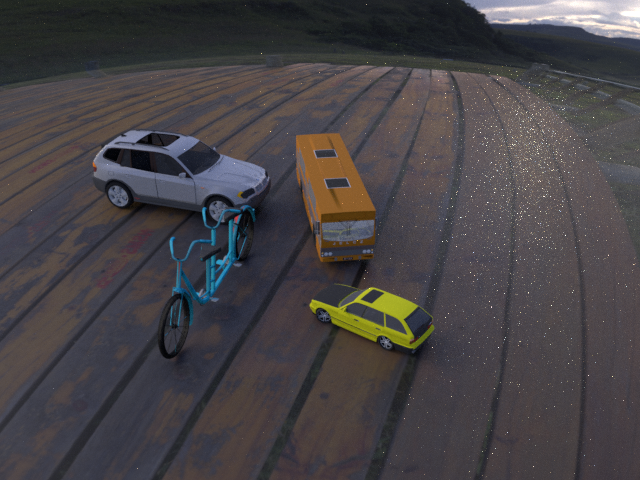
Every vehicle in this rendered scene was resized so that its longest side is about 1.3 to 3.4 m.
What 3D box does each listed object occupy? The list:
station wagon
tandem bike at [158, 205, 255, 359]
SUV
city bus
[{"bbox_3d":[0.622,0.886,8.790,1.597,0.473,0.682,19,34,32],"label":"station wagon"},{"bbox_3d":[-1.402,0.219,9.125,0.550,1.326,3.192,7,29,13],"label":"tandem bike"},{"bbox_3d":[-2.363,-1.156,11.866,3.058,1.128,1.276,9,30,16],"label":"SUV"},{"bbox_3d":[0.178,-0.757,11.375,0.926,0.894,3.255,-4,29,-7],"label":"city bus"}]
